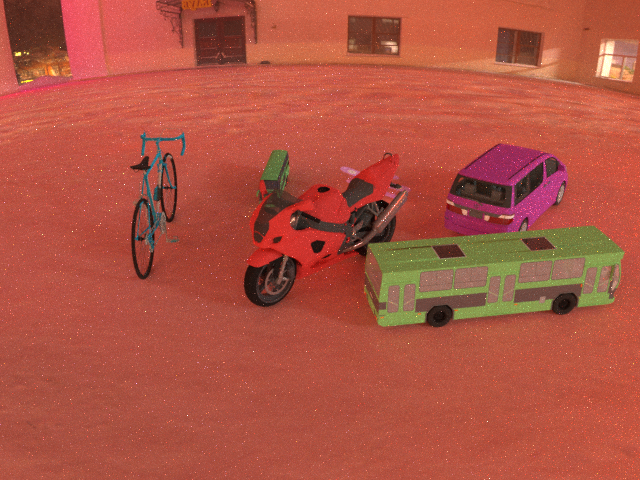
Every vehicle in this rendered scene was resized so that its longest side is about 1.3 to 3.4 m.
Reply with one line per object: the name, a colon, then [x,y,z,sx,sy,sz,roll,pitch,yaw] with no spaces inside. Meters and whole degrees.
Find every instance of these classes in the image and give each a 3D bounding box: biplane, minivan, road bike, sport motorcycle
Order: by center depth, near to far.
sport motorcycle: [0.095,-0.183,9.810,2.955,1.596,0.983,-24,36,-38]
road bike: [-2.506,-0.660,10.665,0.696,1.656,3.004,0,27,0]
minivan: [3.214,-0.936,11.697,1.324,1.197,3.011,18,32,31]
biplane: [1.049,-1.019,12.610,1.336,0.504,1.090,13,30,23]

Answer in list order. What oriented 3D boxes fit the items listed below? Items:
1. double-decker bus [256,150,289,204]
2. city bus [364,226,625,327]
double-decker bus: [-0.830,-1.119,12.764,0.389,0.541,1.672,2,27,4]
city bus: [2.264,0.492,9.268,3.255,0.894,0.926,-5,28,-9]
